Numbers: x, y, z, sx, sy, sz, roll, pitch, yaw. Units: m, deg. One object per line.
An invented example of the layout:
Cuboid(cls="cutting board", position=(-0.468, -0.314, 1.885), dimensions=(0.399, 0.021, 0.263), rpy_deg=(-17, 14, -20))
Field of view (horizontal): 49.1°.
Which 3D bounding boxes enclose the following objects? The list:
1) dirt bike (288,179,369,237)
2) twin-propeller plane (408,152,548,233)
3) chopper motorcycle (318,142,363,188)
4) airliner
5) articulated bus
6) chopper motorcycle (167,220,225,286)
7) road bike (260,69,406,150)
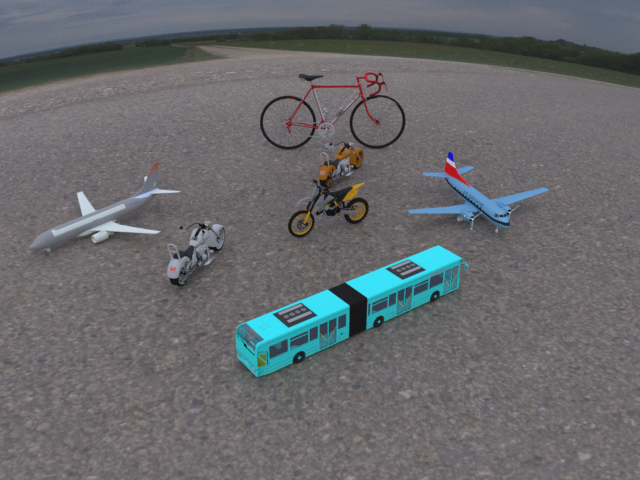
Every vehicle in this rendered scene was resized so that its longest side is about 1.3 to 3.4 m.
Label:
Cuboid(cls="dirt bike", position=(0.156, -0.538, 11.319), dimensions=(1.493, 0.857, 0.527), rpy_deg=(-15, 32, -25))
Cuboid(cls="twin-propeller plane", position=(2.625, -0.809, 11.881), dimensions=(2.663, 0.792, 2.129), rpy_deg=(-10, 30, -17))
Cuboid(cls="chopper motorcycle", position=(0.419, -1.519, 13.210), dimensions=(0.466, 0.761, 1.563), rpy_deg=(15, 32, 26))
Cuboid(cls="airliner", position=(-3.563, -0.534, 11.334), dimensions=(2.257, 0.835, 2.541), rpy_deg=(23, 36, 36))
Cuboid(cls="articulated bus", position=(0.501, 0.848, 9.095), dimensions=(3.401, 0.561, 0.605), rpy_deg=(-19, 34, -31))
Cuboid(cls="chopper motorcycle", position=(-1.799, 0.072, 10.304), dimensions=(0.466, 0.761, 1.563), rpy_deg=(9, 30, 16))
Cuboid(cls="road bike", position=(0.266, -2.638, 14.323), dimensions=(3.004, 1.656, 0.697), rpy_deg=(-1, 29, -1))
